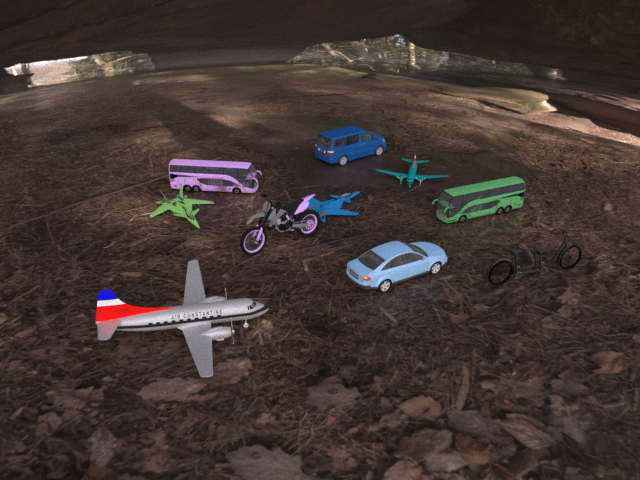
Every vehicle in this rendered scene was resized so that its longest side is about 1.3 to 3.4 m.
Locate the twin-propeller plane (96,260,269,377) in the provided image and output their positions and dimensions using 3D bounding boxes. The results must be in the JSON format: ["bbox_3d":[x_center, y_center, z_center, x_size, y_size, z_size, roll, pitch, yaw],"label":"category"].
[{"bbox_3d":[-1.700,0.859,8.729,2.129,0.792,2.663,-6,28,-11],"label":"twin-propeller plane"}]

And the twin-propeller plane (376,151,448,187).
[{"bbox_3d":[1.761,-1.340,13.315,1.370,0.407,1.095,6,28,11],"label":"twin-propeller plane"}]

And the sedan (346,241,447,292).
[{"bbox_3d":[1.137,0.293,10.134,1.613,0.483,0.635,-16,32,-28],"label":"sedan"}]

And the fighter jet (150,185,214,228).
[{"bbox_3d":[-2.316,-0.545,11.935,1.147,0.286,1.358,-15,31,-26],"label":"fighter jet"}]

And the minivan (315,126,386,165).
[{"bbox_3d":[0.655,-1.985,14.315,1.548,0.616,0.681,-18,33,-31],"label":"minivan"}]

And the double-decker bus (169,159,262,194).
[{"bbox_3d":[-1.924,-1.164,12.838,1.672,0.541,0.389,3,28,7],"label":"double-decker bus"}]

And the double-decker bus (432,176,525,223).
[{"bbox_3d":[2.722,-0.680,11.918,1.672,0.541,0.389,-12,30,-21],"label":"double-decker bus"}]

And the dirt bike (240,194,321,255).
[{"bbox_3d":[-0.596,-0.293,10.845,1.493,0.857,0.527,-19,33,-32],"label":"dirt bike"}]

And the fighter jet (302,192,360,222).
[{"bbox_3d":[0.283,-0.711,12.250,1.147,0.286,1.358,22,35,35],"label":"fighter jet"}]

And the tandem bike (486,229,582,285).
[{"bbox_3d":[3.097,0.239,10.025,1.642,0.682,0.283,-10,30,-19],"label":"tandem bike"}]
